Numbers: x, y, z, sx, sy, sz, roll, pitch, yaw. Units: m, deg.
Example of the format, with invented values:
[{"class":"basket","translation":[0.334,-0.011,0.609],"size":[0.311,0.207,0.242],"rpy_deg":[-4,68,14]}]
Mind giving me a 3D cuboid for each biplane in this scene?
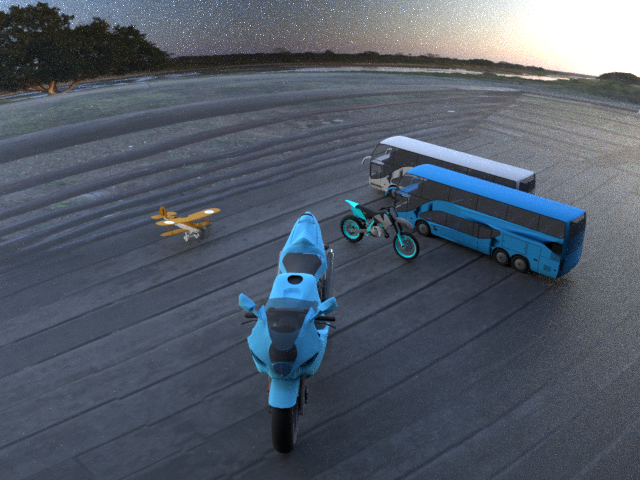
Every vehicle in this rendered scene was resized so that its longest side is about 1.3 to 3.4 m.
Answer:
[{"class":"biplane","translation":[-2.258,-0.296,11.557],"size":[1.090,0.504,1.336],"rpy_deg":[18,32,32]}]

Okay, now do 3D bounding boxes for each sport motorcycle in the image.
[{"class":"sport motorcycle","translation":[-0.263,0.924,7.880],"size":[0.983,1.596,2.955],"rpy_deg":[2,27,4]}]

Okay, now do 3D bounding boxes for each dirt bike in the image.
[{"class":"dirt bike","translation":[0.931,-0.218,11.005],"size":[1.493,0.857,0.527],"rpy_deg":[19,32,34]}]

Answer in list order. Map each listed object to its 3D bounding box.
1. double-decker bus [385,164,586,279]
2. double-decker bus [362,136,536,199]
[{"class":"double-decker bus","translation":[2.534,-0.381,11.114],"size":[3.251,1.052,0.756],"rpy_deg":[23,35,38]},{"class":"double-decker bus","translation":[2.219,-1.062,12.484],"size":[3.251,1.052,0.756],"rpy_deg":[23,35,38]}]
